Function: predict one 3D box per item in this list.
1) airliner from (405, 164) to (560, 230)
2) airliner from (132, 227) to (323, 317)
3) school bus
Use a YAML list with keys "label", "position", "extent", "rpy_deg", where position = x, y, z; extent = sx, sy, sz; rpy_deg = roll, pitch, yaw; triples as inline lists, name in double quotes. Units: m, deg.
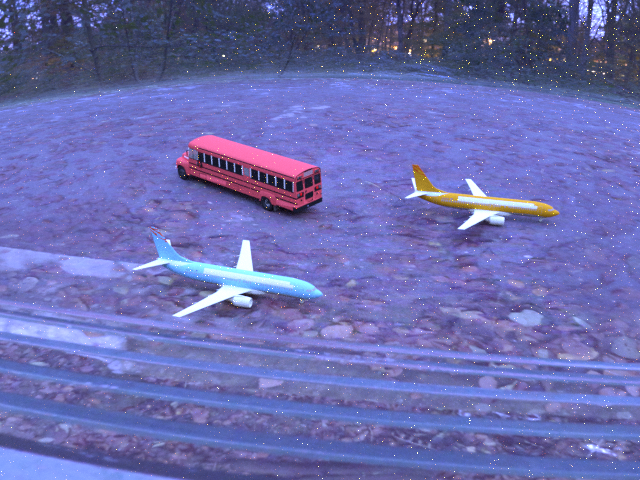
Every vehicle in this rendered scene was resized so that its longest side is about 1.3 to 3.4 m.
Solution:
- label: "airliner"
  position: [2.757, -0.785, 11.833]
  extent: [2.541, 0.835, 2.257]
  rpy_deg: [6, 27, 12]
- label: "airliner"
  position: [-1.179, 0.349, 9.495]
  extent: [2.541, 0.835, 2.257]
  rpy_deg: [8, 27, 15]
- label: "school bus"
  position: [-1.422, -1.266, 12.816]
  extent: [3.322, 0.844, 0.709]
  rpy_deg: [21, 33, 36]
